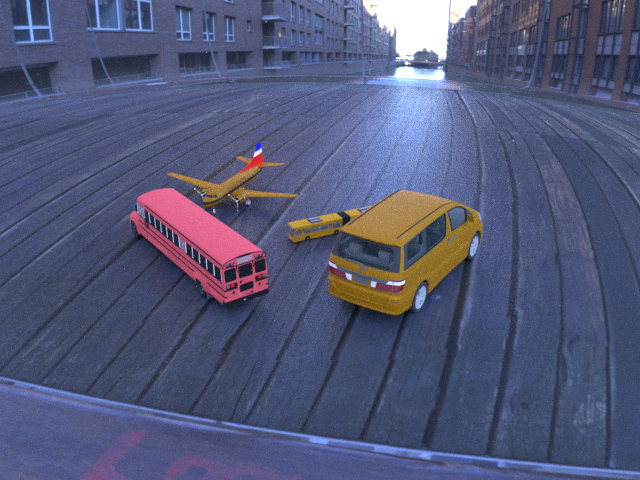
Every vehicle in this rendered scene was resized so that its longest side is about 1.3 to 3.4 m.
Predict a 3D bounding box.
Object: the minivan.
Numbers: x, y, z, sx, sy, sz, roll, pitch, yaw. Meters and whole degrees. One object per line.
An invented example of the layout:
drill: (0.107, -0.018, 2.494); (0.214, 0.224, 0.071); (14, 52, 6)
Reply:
minivan: (1.332, -0.032, 9.968); (1.324, 1.197, 3.011); (16, 30, 30)

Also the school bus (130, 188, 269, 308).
school bus: (-1.923, -0.015, 10.334); (0.709, 0.844, 3.322); (-18, 31, -32)

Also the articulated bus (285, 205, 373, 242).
articulated bus: (0.288, -0.283, 11.518); (1.749, 0.289, 0.311); (-12, 29, -24)

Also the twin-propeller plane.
twin-propeller plane: (-1.532, -1.126, 12.675); (2.663, 0.792, 2.129); (11, 28, 22)
